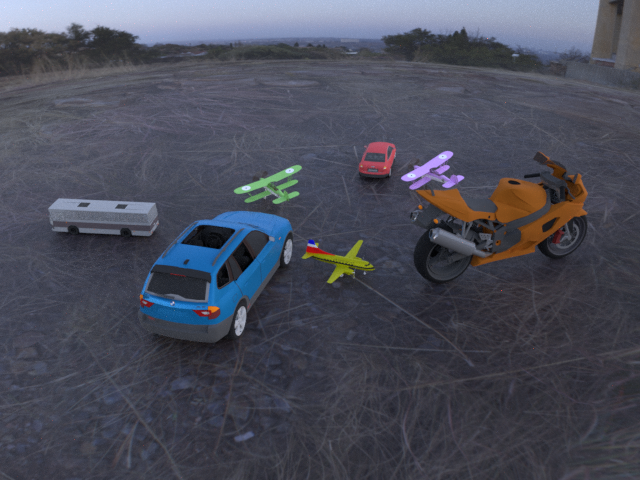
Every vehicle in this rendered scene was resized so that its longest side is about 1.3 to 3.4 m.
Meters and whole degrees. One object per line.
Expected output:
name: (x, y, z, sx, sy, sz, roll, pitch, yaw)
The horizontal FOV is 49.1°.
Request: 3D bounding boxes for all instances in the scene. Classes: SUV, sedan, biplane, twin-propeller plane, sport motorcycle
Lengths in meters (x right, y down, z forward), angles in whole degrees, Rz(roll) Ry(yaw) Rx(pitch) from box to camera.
SUV: (-1.325, 0.260, 9.574, 1.276, 1.128, 3.058, 8, 29, 14)
sedan: (1.155, -1.669, 13.873, 0.635, 0.483, 1.613, 6, 29, 10)
biplane: (2.108, -1.193, 12.957, 1.336, 0.504, 1.090, -23, 36, -36)
twin-propeller plane: (0.295, 0.258, 10.342, 1.095, 0.407, 1.370, 11, 30, 20)
biplane: (-0.832, -0.888, 12.386, 1.336, 0.504, 1.090, -16, 32, -28)
sport motorcycle: (2.666, -0.273, 10.076, 2.955, 1.596, 0.983, -10, 30, -18)

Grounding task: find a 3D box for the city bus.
city bus: (-3.523, -0.354, 11.434, 1.674, 0.460, 0.476, 3, 28, 5)
